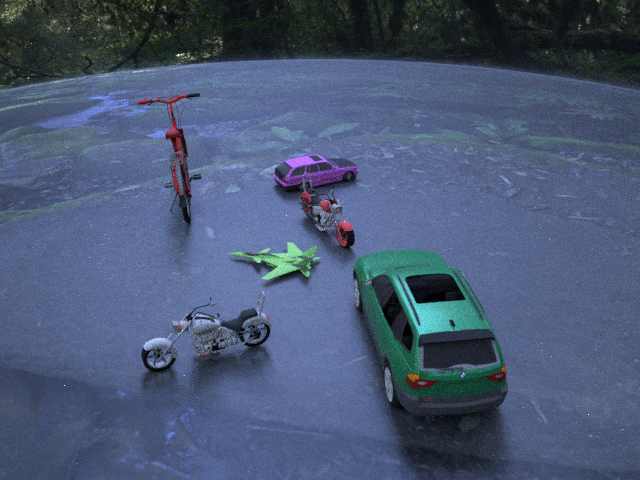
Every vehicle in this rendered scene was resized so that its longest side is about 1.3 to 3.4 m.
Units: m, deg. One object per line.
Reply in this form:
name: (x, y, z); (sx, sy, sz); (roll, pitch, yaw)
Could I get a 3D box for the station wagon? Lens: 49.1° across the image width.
station wagon: (-0.052, -1.314, 13.037); (1.597, 0.473, 0.682); (-14, 31, -24)

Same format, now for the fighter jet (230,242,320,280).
fighter jet: (-0.722, 0.220, 10.336); (1.358, 0.286, 1.147); (8, 29, 15)

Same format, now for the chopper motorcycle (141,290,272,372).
chopper motorcycle: (-1.323, 1.065, 8.231); (1.563, 0.761, 0.466); (-11, 30, -19)

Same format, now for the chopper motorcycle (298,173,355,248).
chopper motorcycle: (0.104, -0.484, 11.159); (0.466, 0.761, 1.563); (-14, 31, -25)

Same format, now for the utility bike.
utility bike: (-2.479, -1.479, 11.889); (1.039, 1.839, 2.791); (-5, 28, -9)

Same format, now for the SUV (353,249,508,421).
SUV: (1.211, 0.831, 8.280); (1.276, 1.128, 3.058); (-4, 28, -7)
